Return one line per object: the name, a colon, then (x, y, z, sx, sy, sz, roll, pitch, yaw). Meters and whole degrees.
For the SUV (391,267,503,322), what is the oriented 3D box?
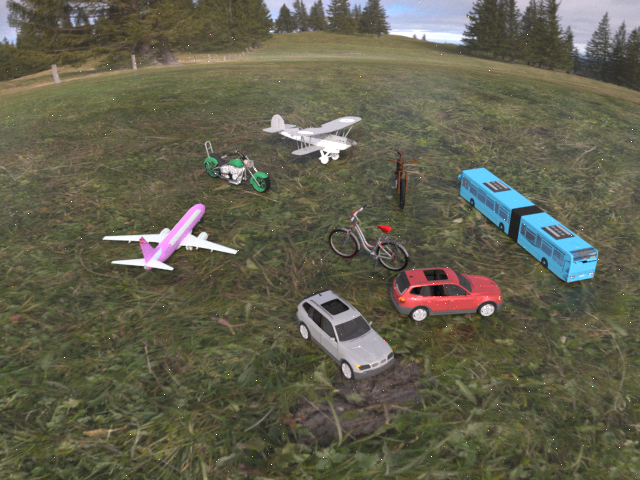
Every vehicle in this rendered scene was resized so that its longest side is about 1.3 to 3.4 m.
SUV: (1.792, 0.716, 9.893, 1.572, 0.580, 0.656, -3, 29, -6)

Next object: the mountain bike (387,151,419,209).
mountain bike: (1.507, -1.196, 13.066, 0.573, 0.868, 1.469, 1, 29, 1)

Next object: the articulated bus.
articulated bus: (3.393, -0.355, 11.856, 0.605, 0.561, 3.401, -9, 30, -16)

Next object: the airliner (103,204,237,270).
airliner: (-2.348, -0.218, 11.325, 2.257, 0.835, 2.541, 6, 29, 11)

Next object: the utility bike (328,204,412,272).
utility bike: (0.740, 0.007, 10.802, 1.435, 0.946, 0.535, 15, 32, 25)

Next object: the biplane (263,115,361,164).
biplane: (-0.132, -2.200, 14.771, 2.120, 0.981, 2.598, 16, 33, 27)

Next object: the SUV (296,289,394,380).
SUV: (0.298, 1.179, 9.053, 0.656, 0.580, 1.572, -18, 34, -29)

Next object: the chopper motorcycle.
chopper motorcycle: (-1.631, -1.419, 13.582, 1.563, 0.761, 0.466, 17, 33, 28)
